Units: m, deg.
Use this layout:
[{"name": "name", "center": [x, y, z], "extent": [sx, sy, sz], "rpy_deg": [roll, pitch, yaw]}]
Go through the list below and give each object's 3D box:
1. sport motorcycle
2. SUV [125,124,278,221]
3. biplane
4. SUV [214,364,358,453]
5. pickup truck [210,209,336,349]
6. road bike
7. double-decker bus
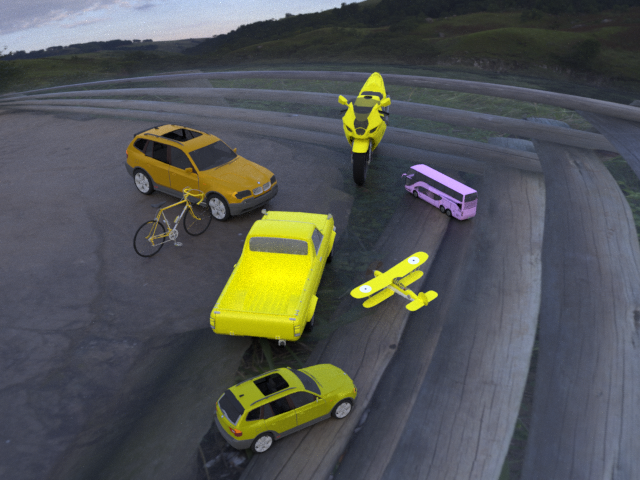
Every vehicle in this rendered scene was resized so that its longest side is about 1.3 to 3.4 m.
[{"name": "sport motorcycle", "center": [0.950, -2.288, 13.962], "extent": [0.983, 1.596, 2.955], "rpy_deg": [5, 28, 9]}, {"name": "SUV", "center": [-2.181, -1.310, 12.599], "extent": [3.058, 1.128, 1.276], "rpy_deg": [19, 33, 31]}, {"name": "biplane", "center": [1.061, 0.656, 9.516], "extent": [1.336, 0.504, 1.090], "rpy_deg": [-20, 33, -33]}, {"name": "SUV", "center": [-0.344, 1.689, 7.461], "extent": [1.572, 0.580, 0.656], "rpy_deg": [-16, 32, -28]}, {"name": "pickup truck", "center": [-0.543, 0.327, 9.618], "extent": [1.244, 0.993, 3.117], "rpy_deg": [4, 28, 8]}, {"name": "road bike", "center": [-2.288, -0.296, 10.960], "extent": [0.358, 0.852, 1.545], "rpy_deg": [22, 35, 36]}, {"name": "double-decker bus", "center": [2.105, -0.877, 12.405], "extent": [0.389, 0.541, 1.672], "rpy_deg": [-16, 31, -27]}]
